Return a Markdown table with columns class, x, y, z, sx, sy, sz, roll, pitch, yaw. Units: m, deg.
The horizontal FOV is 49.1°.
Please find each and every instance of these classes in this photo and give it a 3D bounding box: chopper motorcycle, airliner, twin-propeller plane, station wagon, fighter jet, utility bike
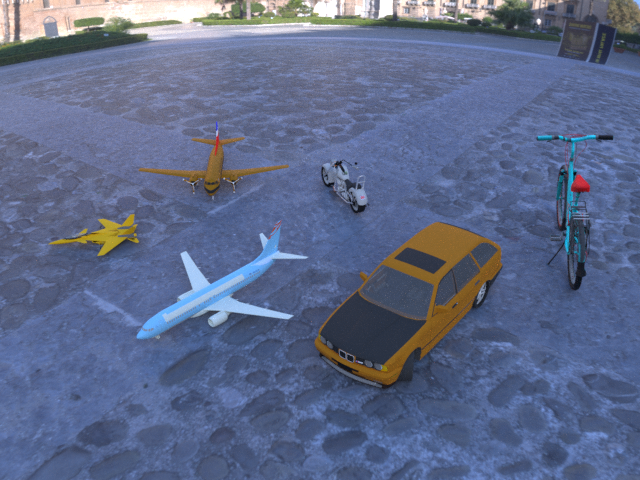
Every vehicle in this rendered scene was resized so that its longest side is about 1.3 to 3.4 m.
| class | x | y | z | sx | sy | sz | roll | pitch | yaw |
| --- | --- | --- | --- | --- | --- | --- | --- | --- | --- |
| chopper motorcycle | 0.394 | -1.041 | 11.982 | 0.466 | 0.761 | 1.563 | -13 | 33 | -20 |
| airliner | -1.383 | 0.532 | 9.302 | 2.257 | 0.835 | 2.541 | 26 | 40 | 36 |
| twin-propeller plane | -1.894 | -1.432 | 12.600 | 2.663 | 0.792 | 2.129 | -2 | 31 | -3 |
| station wagon | 1.219 | 0.662 | 9.005 | 1.327 | 0.920 | 3.105 | 22 | 37 | 31 |
| fighter jet | -3.530 | -0.101 | 10.883 | 1.358 | 0.286 | 1.147 | -8 | 32 | -13 |
| utility bike | 3.576 | -0.564 | 10.148 | 1.039 | 1.839 | 2.791 | 6 | 32 | 9 |
